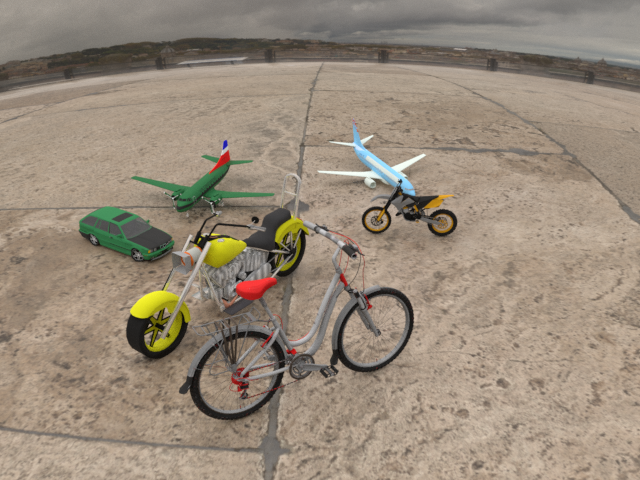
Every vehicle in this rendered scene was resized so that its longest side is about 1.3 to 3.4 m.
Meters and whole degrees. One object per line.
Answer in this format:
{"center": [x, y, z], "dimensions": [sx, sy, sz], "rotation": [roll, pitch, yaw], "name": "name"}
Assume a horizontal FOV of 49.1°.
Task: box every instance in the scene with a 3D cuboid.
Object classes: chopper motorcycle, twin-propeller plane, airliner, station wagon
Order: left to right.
{"center": [-2.954, -0.132, 10.662], "dimensions": [1.597, 0.473, 0.682], "rotation": [17, 32, 29], "name": "station wagon"}
{"center": [-1.978, -1.064, 12.111], "dimensions": [2.663, 0.792, 2.129], "rotation": [8, 28, 15], "name": "twin-propeller plane"}
{"center": [-1.193, 0.255, 8.825], "dimensions": [0.906, 1.480, 3.040], "rotation": [20, 33, 33], "name": "chopper motorcycle"}
{"center": [1.116, -1.500, 12.905], "dimensions": [2.257, 0.835, 2.541], "rotation": [-11, 29, -20], "name": "airliner"}

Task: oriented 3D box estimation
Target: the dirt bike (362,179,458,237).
{"center": [1.399, -0.458, 10.875], "dimensions": [1.493, 0.857, 0.527], "rotation": [2, 27, 4], "name": "dirt bike"}

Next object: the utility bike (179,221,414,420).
{"center": [-0.205, 0.809, 7.368], "dimensions": [2.791, 1.839, 1.039], "rotation": [-14, 31, -25], "name": "utility bike"}
